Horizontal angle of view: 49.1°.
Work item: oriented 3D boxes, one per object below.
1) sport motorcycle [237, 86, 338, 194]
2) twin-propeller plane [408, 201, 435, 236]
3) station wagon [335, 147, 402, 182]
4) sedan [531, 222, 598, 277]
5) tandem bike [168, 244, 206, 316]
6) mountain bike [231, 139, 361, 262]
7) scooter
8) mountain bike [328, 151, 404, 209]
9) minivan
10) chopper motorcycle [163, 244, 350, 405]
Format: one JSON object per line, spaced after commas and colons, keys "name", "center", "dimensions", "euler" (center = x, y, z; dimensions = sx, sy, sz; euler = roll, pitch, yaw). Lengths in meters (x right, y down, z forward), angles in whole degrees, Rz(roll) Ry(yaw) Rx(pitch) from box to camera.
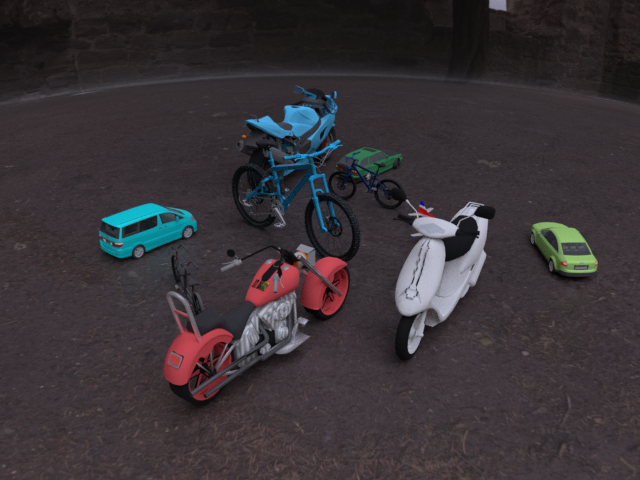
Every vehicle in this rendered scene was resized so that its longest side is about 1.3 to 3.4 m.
{"name": "sport motorcycle", "center": [-0.493, -1.962, 13.453], "dimensions": [0.983, 1.596, 2.955], "euler": [15, 29, 28]}
{"name": "twin-propeller plane", "center": [1.947, -0.292, 11.350], "dimensions": [1.370, 0.407, 1.095], "euler": [-16, 30, -30]}
{"name": "station wagon", "center": [1.003, -1.585, 13.965], "dimensions": [0.682, 0.473, 1.597], "euler": [21, 33, 36]}
{"name": "sedan", "center": [3.647, 0.055, 10.540], "dimensions": [0.635, 0.483, 1.613], "euler": [-1, 26, -2]}
{"name": "tandem bike", "center": [-1.784, 0.529, 9.324], "dimensions": [0.283, 0.682, 1.642], "euler": [-11, 28, -22]}
{"name": "mountain bike", "center": [-0.455, -0.713, 10.748], "dimensions": [1.114, 1.688, 2.857], "euler": [-23, 34, -39]}
{"name": "scooter", "center": [1.565, 0.187, 8.760], "dimensions": [1.288, 1.786, 2.721], "euler": [14, 29, 27]}
{"name": "mountain bike", "center": [0.806, -1.036, 12.367], "dimensions": [1.469, 0.868, 0.573], "euler": [13, 28, 24]}
{"name": "minivan", "center": [-2.660, -0.218, 10.954], "dimensions": [0.681, 0.616, 1.548], "euler": [21, 33, 37]}
{"name": "chopper motorcycle", "center": [-0.586, 0.702, 8.042], "dimensions": [0.906, 1.480, 3.040], "euler": [18, 31, 32]}
